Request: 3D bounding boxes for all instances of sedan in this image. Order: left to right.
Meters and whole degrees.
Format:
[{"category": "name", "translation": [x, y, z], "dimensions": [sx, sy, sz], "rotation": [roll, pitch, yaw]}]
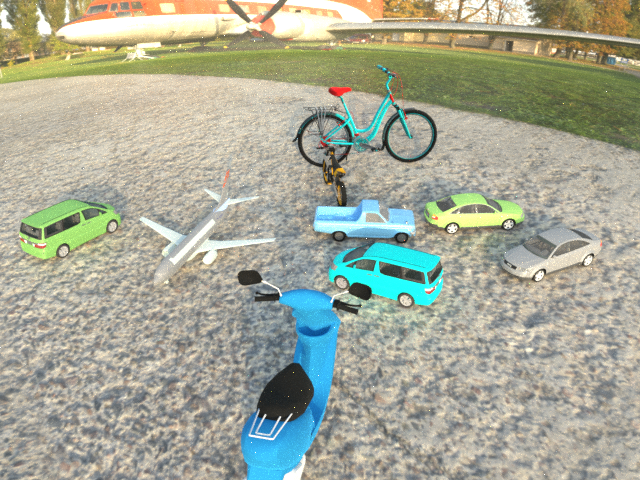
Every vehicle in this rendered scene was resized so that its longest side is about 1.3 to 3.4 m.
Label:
[{"category": "sedan", "translation": [2.475, -0.469, 11.187], "dimensions": [1.613, 0.483, 0.635], "rotation": [-4, 29, -7]}, {"category": "sedan", "translation": [3.328, 0.148, 10.061], "dimensions": [1.613, 0.483, 0.635], "rotation": [-14, 32, -24]}]

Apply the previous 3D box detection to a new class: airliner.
[{"category": "airliner", "translation": [-1.825, -0.207, 10.344], "dimensions": [2.257, 0.835, 2.541], "rotation": [9, 30, 16]}]

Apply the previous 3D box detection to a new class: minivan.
[{"category": "minivan", "translation": [-3.774, -0.258, 10.664], "dimensions": [0.681, 0.616, 1.548], "rotation": [18, 33, 29]}, {"category": "minivan", "translation": [0.871, 0.401, 9.462], "dimensions": [1.548, 0.616, 0.681], "rotation": [14, 32, 24]}]

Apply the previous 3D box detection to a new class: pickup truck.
[{"category": "pickup truck", "translation": [0.694, -0.326, 10.897], "dimensions": [1.603, 0.511, 0.640], "rotation": [2, 29, 3]}]

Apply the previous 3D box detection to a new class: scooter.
[{"category": "scooter", "translation": [-0.217, 1.276, 6.649], "dimensions": [1.288, 1.786, 2.721], "rotation": [6, 29, 11]}]

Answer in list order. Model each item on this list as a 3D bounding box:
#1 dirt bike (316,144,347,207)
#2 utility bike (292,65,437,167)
[{"category": "dirt bike", "translation": [0.233, -1.160, 12.060], "dimensions": [0.527, 0.857, 1.493], "rotation": [-6, 29, -12]}, {"category": "utility bike", "translation": [0.844, -2.318, 13.150], "dimensions": [2.791, 1.839, 1.039], "rotation": [-4, 29, -7]}]
